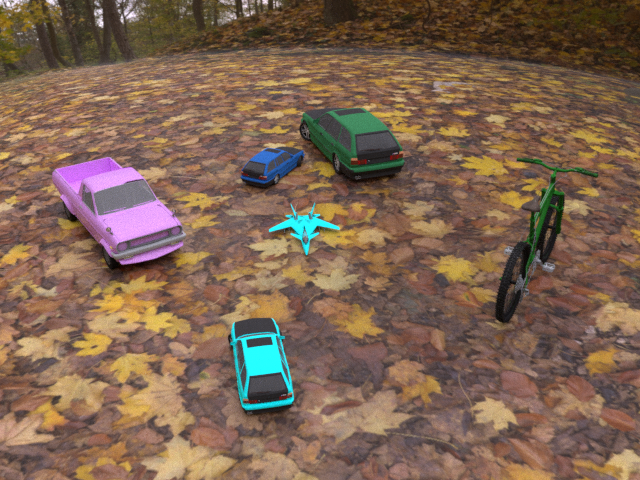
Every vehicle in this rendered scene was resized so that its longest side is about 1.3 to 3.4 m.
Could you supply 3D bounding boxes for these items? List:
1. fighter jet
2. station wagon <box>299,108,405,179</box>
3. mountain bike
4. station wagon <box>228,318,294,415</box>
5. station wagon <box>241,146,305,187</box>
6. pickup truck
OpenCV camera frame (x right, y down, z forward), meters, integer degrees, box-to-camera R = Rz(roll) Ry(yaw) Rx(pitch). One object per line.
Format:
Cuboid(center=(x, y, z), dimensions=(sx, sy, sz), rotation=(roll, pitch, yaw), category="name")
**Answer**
Cuboid(center=(-0.247, -0.181, 11.263), dimensions=(1.147, 0.286, 1.358), rotation=(-2, 30, -3), category="fighter jet")
Cuboid(center=(0.569, -2.186, 14.166), dimensions=(1.327, 0.920, 3.105), rotation=(-10, 31, -18), category="station wagon")
Cuboid(center=(2.991, -0.078, 9.658), dimensions=(1.114, 1.688, 2.857), rotation=(17, 33, 27), category="mountain bike")
Cuboid(center=(-0.714, 1.375, 8.320), dimensions=(0.682, 0.473, 1.597), rotation=(-6, 30, -10), category="station wagon")
Cuboid(center=(-0.876, -1.507, 13.420), dimensions=(0.682, 0.473, 1.597), rotation=(14, 32, 23), category="station wagon")
Cuboid(center=(-3.337, -0.626, 11.334), dimensions=(1.244, 0.993, 3.117), rotation=(-19, 35, -30), category="pickup truck")
